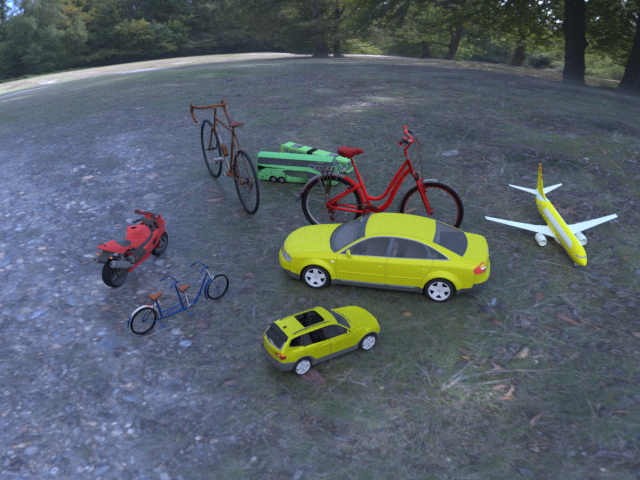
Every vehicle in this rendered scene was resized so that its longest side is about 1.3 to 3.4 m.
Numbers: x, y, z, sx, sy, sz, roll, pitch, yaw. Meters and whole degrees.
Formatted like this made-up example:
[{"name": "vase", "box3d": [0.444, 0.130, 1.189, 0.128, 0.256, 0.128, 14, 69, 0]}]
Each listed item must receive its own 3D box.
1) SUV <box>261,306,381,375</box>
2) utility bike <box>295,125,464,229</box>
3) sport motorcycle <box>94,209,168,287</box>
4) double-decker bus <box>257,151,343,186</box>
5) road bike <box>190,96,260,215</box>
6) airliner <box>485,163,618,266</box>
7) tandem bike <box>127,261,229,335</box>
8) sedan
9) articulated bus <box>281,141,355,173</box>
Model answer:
[{"name": "SUV", "box3d": [0.029, 1.167, 8.873, 1.572, 0.580, 0.656, -16, 32, -27]}, {"name": "utility bike", "box3d": [0.975, -0.932, 11.454, 2.791, 1.839, 1.039, 5, 29, 9]}, {"name": "sport motorcycle", "box3d": [-2.802, 0.098, 10.610, 0.506, 0.821, 1.520, 13, 31, 22]}, {"name": "double-decker bus", "box3d": [-0.403, -1.391, 13.682, 1.672, 0.541, 0.389, 5, 29, 10]}, {"name": "road bike", "box3d": [-1.721, -1.620, 12.930, 0.696, 1.656, 3.004, -14, 31, -24]}, {"name": "airliner", "box3d": [3.948, -0.427, 11.575, 2.257, 0.835, 2.541, -1, 28, -2]}, {"name": "tandem bike", "box3d": [-1.909, 0.752, 9.539, 1.642, 0.682, 0.283, -24, 37, -38]}, {"name": "sedan", "box3d": [0.940, 0.138, 10.411, 3.137, 0.940, 1.235, 5, 29, 10]}, {"name": "articulated bus", "box3d": [-0.070, -1.722, 14.565, 1.749, 0.289, 0.311, 19, 34, 31]}]
